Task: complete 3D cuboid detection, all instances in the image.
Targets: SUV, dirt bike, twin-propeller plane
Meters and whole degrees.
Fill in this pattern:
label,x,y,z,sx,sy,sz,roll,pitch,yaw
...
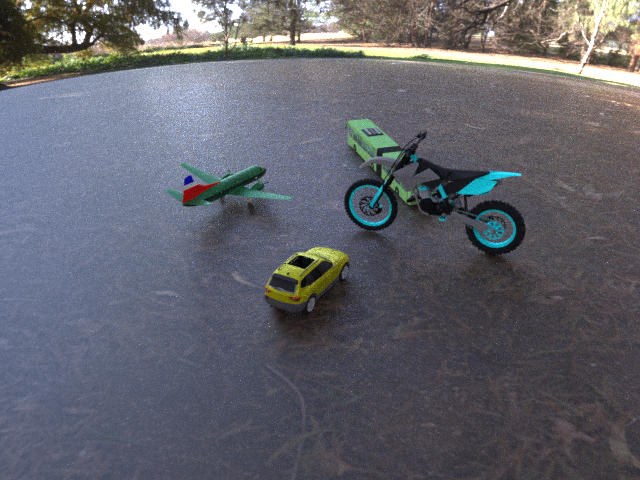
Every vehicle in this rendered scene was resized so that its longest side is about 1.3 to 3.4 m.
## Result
label,x,y,z,sx,sy,sz,roll,pitch,yaw
SUV,-0.158,0.461,9.793,0.656,0.580,1.572,15,32,26
dirt bike,1.734,-0.698,10.797,2.903,1.666,1.024,11,30,20
twin-propeller plane,-1.653,-1.048,12.363,2.663,0.792,2.129,19,34,31

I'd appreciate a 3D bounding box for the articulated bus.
label,x,y,z,sx,sy,sz,roll,pitch,yaw
articulated bus,1.302,-1.588,13.607,0.605,0.561,3.401,-8,29,-15
